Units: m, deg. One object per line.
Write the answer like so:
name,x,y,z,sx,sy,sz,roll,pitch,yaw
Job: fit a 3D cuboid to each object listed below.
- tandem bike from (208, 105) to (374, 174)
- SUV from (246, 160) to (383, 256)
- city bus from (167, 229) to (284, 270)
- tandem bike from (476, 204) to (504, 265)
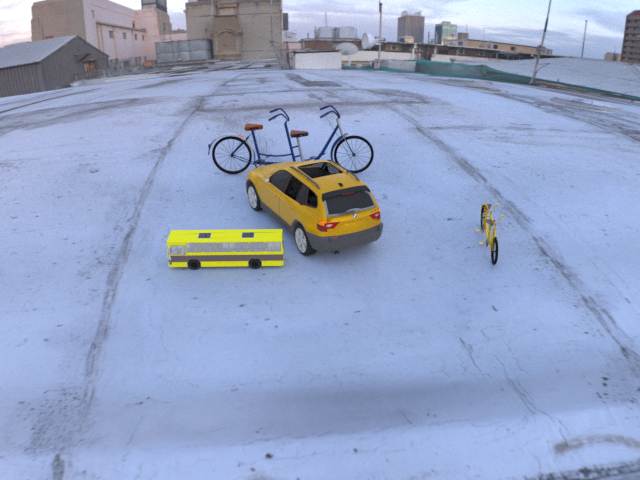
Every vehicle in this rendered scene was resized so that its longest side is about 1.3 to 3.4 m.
tandem bike,-0.559,-1.883,13.373,3.192,1.326,0.550,0,26,0
SUV,-0.169,-0.750,11.310,1.276,1.128,3.058,-13,29,-24
city bus,-1.368,0.137,10.274,1.674,0.460,0.476,-1,26,-1
tandem bike,2.612,-0.231,10.766,0.283,0.682,1.642,2,26,4
